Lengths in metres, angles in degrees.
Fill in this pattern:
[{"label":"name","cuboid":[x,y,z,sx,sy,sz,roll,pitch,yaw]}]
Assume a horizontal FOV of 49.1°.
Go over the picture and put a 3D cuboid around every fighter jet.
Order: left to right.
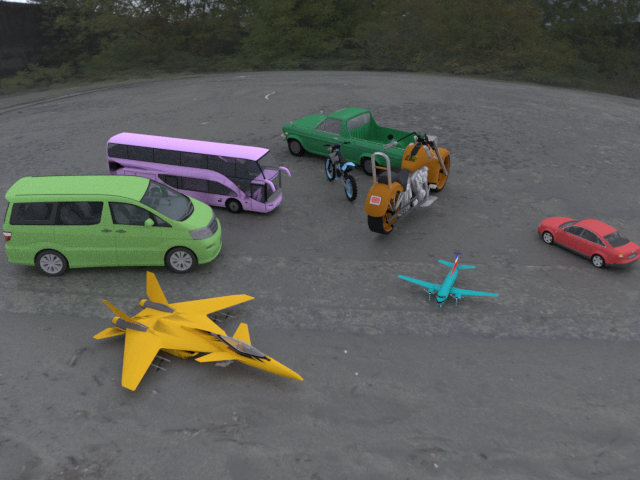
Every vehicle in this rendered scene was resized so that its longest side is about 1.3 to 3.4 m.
[{"label":"fighter jet","cuboid":[-1.321,1.086,8.205,2.640,0.557,2.229,15,30,27]}]

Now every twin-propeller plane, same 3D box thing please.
[{"label":"twin-propeller plane","cuboid":[1.743,0.544,9.472,1.370,0.407,1.095,10,28,20]}]

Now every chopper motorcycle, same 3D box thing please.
[{"label":"chopper motorcycle","cuboid":[1.561,-1.149,11.692,0.906,1.480,3.040,14,30,26]}]

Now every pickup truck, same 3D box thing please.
[{"label":"pickup truck","cuboid":[0.702,-2.092,14.155,3.117,0.993,1.244,19,32,33]}]

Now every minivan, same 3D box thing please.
[{"label":"minivan","cuboid":[-2.977,-0.275,10.240,3.011,1.197,1.324,-1,26,-3]}]

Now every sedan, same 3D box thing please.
[{"label":"sedan","cuboid":[4.037,-0.054,10.599,0.635,0.483,1.613,-16,31,-30]}]

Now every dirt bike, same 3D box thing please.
[{"label":"dirt bike","cuboid":[0.362,-1.306,12.714,0.527,0.857,1.493,-9,28,-17]}]

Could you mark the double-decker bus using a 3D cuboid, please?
[{"label":"double-decker bus","cuboid":[-2.161,-1.173,12.225,3.251,1.052,0.756,9,28,17]}]
